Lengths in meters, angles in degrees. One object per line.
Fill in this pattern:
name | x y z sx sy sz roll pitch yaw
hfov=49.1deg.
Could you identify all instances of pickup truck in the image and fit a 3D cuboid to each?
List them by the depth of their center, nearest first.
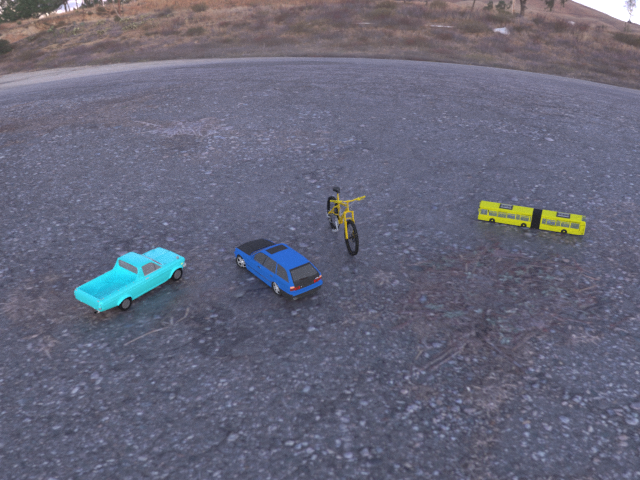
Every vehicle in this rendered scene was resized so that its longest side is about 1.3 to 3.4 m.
pickup truck | -2.658 0.505 9.912 0.640 0.511 1.603 19 34 31

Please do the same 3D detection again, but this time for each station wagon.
station wagon | -0.648 0.323 10.288 0.682 0.473 1.597 -20 35 -33

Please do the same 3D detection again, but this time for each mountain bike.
mountain bike | 0.351 -0.378 11.165 0.573 0.868 1.469 -8 30 -15

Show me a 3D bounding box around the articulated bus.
articulated bus | 3.537 -0.375 11.767 1.749 0.289 0.311 10 30 18
